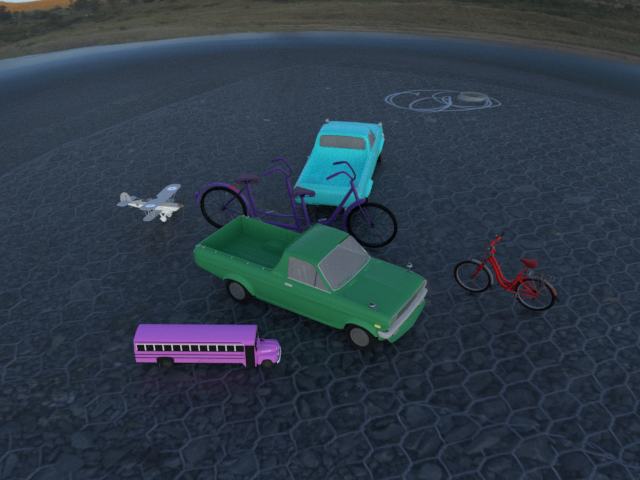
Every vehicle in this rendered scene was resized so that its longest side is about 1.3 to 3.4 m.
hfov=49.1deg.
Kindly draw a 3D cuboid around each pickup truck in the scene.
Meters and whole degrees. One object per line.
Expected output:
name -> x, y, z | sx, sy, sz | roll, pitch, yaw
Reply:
pickup truck -> -0.167, 0.375, 9.266 | 3.117, 0.993, 1.244 | 18, 35, 27
pickup truck -> 0.403, -1.451, 12.316 | 1.244, 0.993, 3.117 | 6, 31, 9

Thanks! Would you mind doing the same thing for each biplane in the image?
biplane -> -2.713, -0.590, 11.354 | 1.090, 0.504, 1.336 | 5, 31, 9

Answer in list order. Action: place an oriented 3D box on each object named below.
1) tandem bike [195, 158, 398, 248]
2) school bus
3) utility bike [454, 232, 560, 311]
tandem bike -> -0.400, -0.593, 10.559 | 3.192, 1.326, 0.550 | 7, 32, 12
school bus -> -1.326, 1.254, 8.340 | 1.708, 0.434, 0.365 | 0, 31, 1
utility bike -> 2.436, 0.460, 9.170 | 1.435, 0.946, 0.535 | 16, 34, 25
